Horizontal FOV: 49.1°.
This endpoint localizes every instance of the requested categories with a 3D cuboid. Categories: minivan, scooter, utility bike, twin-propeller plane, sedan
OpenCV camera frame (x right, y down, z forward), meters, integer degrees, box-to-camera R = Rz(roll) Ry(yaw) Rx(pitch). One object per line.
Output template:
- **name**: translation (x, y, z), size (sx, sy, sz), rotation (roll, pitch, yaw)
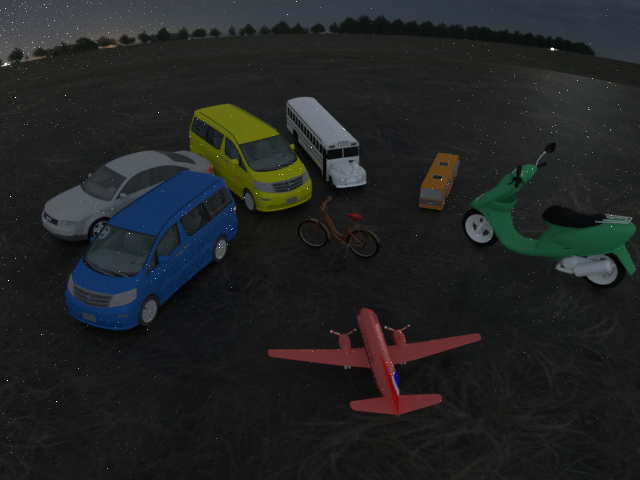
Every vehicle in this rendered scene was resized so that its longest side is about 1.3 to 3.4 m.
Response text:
- **minivan**: translation (-1.348, -1.574, 13.116), size (1.324, 1.197, 3.011), rotation (-19, 35, -30)
- **scooter**: translation (3.391, -0.377, 10.422), size (2.721, 1.786, 1.288), rotation (22, 36, 33)
- **utility bike**: translation (0.287, -0.164, 10.897), size (1.435, 0.946, 0.535), rotation (11, 32, 19)
- **twin-propeller plane**: translation (0.715, 1.329, 8.434), size (2.663, 0.792, 2.129), rotation (-4, 30, -6)
- **minivan**: translation (-2.400, 0.070, 10.233), size (1.324, 1.197, 3.011), rotation (13, 32, 21)
- **sedan**: translation (-3.306, -0.913, 12.216), size (3.137, 0.940, 1.235), rotation (-26, 39, -37)

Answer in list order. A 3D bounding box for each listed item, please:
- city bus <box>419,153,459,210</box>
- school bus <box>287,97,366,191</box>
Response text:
- **city bus**: translation (2.221, -1.082, 12.998), size (0.476, 0.460, 1.674), rotation (10, 31, 16)
- **school bus**: translation (0.086, -2.005, 14.228), size (0.709, 0.844, 3.322), rotation (-9, 31, -16)
